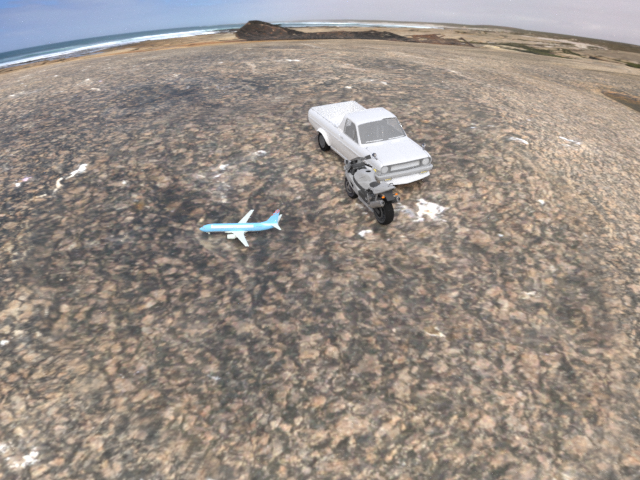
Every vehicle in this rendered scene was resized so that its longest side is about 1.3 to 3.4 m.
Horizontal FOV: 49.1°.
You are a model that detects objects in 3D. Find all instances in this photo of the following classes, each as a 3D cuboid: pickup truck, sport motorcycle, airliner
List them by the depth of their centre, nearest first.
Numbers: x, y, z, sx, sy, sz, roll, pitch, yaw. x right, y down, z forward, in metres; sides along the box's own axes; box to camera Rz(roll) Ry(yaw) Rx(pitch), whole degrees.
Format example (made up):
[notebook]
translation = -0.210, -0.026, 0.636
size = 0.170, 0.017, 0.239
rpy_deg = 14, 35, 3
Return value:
[airliner]
translation = -1.256, -0.282, 11.030
size = 1.307, 0.429, 1.161
rpy_deg = -1, 31, -1
[sport motorcycle]
translation = 0.805, -0.851, 11.602
size = 0.506, 0.821, 1.520
rpy_deg = -14, 34, -23
[pickup truck]
translation = 0.879, -1.990, 13.349
size = 1.244, 0.993, 3.117
rpy_deg = -13, 33, -21
